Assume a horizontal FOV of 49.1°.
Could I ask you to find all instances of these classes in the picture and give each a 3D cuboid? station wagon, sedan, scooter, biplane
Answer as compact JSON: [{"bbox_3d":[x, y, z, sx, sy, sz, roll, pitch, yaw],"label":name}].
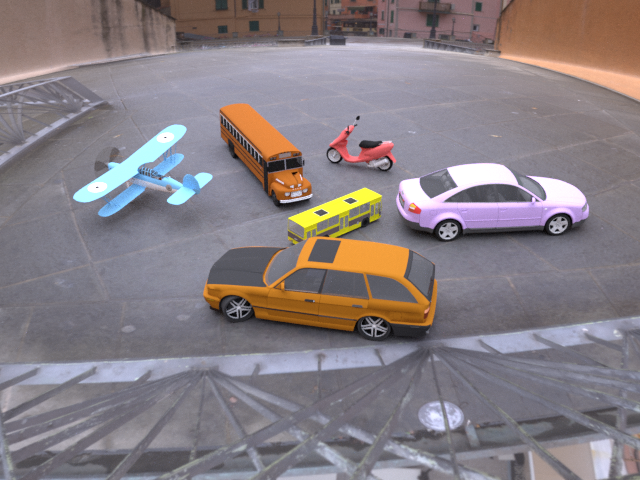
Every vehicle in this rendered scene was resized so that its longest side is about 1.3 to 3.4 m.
[{"bbox_3d":[-0.005,0.515,9.323,3.105,0.920,1.327,6,31,11],"label":"station wagon"},{"bbox_3d":[2.825,-0.704,11.402,3.137,0.940,1.235,-3,30,-5],"label":"sedan"},{"bbox_3d":[0.780,-1.811,13.330,1.399,0.919,0.662,11,32,18],"label":"scooter"},{"bbox_3d":[-2.898,-1.025,11.914,2.120,0.981,2.598,16,34,25],"label":"biplane"}]

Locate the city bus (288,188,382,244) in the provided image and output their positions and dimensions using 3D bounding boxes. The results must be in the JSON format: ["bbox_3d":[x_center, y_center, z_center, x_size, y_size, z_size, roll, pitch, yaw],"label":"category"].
[{"bbox_3d":[0.261,-0.335,11.244,1.674,0.460,0.476,-23,37,-34],"label":"city bus"}]

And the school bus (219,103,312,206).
[{"bbox_3d":[-1.065,-1.658,13.140,0.709,0.844,3.322,-13,33,-21],"label":"school bus"}]
